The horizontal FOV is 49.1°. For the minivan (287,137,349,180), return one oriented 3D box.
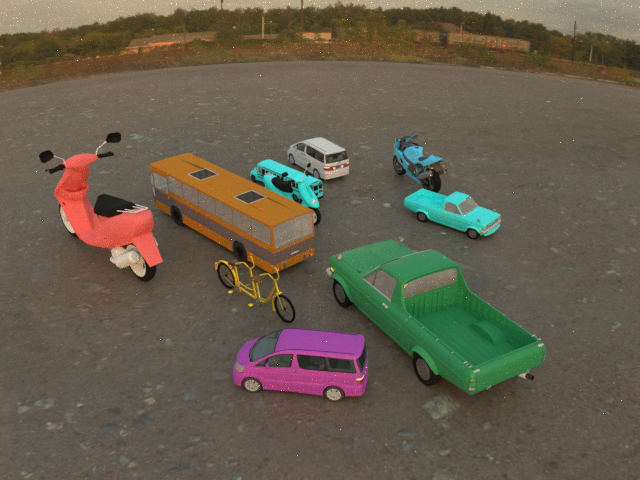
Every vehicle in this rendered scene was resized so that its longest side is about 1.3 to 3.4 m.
[{"bbox_3d":[-0.060,-1.665,13.709,0.681,0.616,1.548,-16,32,-28],"label":"minivan"}]

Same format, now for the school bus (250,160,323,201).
[{"bbox_3d":[-0.654,-1.107,12.849,0.365,0.434,1.708,-24,36,-38],"label":"school bus"}]

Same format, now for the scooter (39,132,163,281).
[{"bbox_3d":[-3.225,-0.525,10.305,2.721,1.786,1.288,25,37,38],"label":"scooter"}]

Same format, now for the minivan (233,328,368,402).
[{"bbox_3d":[-0.228,1.371,7.978,1.548,0.616,0.681,4,28,8],"label":"minivan"}]

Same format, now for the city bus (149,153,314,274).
[{"bbox_3d":[-1.480,-0.467,11.149,0.926,0.894,3.255,-24,36,-37],"label":"city bus"}]

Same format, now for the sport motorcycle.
[{"bbox_3d":[1.799,-1.420,13.027,0.506,0.821,1.520,-13,31,-23],"label":"sport motorcycle"}]

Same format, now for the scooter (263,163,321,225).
[{"bbox_3d":[-0.497,-0.836,11.820,1.399,0.919,0.662,24,36,38],"label":"scooter"}]

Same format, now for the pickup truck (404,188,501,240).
[{"bbox_3d":[2.192,-0.512,11.644,1.603,0.511,0.640,22,35,35],"label":"pickup truck"}]

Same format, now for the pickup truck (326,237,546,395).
[{"bbox_3d":[1.303,0.771,8.708,1.244,0.993,3.117,-15,31,-26],"label":"pickup truck"}]

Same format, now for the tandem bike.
[{"bbox_3d":[-0.900,0.568,9.422,1.642,0.682,0.283,25,37,38],"label":"tandem bike"}]
